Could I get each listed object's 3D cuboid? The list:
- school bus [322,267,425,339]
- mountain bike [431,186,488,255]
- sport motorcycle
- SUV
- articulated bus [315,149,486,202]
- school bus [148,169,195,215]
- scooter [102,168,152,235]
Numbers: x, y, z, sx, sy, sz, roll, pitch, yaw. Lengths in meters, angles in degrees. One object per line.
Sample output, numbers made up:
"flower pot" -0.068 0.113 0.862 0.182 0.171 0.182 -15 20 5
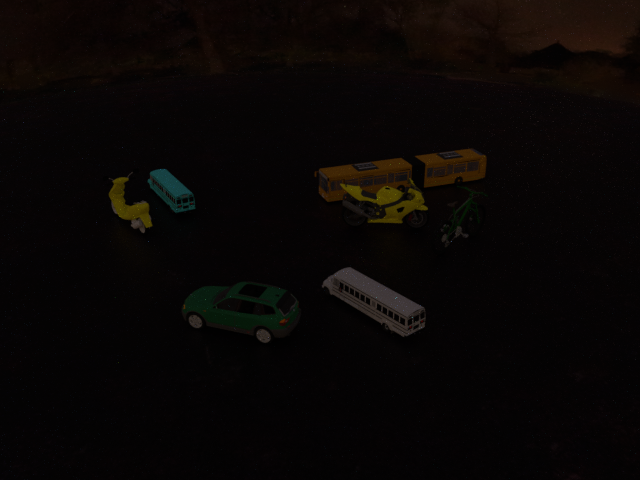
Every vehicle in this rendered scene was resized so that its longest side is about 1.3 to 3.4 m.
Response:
"school bus" 0.673 0.791 9.419 0.365 0.434 1.708 -20 33 -35
"mountain bike" 2.244 -0.320 11.180 0.573 0.868 1.469 24 35 39
"sport motorcycle" 1.090 -0.583 11.765 1.520 0.821 0.506 2 26 5
"SUV" -1.032 0.861 9.114 1.572 0.580 0.656 9 28 18
"articulated bus" 1.598 -1.261 13.432 3.401 0.561 0.605 -9 28 -18
"school bus" -2.771 -0.921 12.885 0.365 0.434 1.708 -15 30 -27
"scooter" -3.237 -0.669 11.828 0.662 0.919 1.399 -20 33 -35
